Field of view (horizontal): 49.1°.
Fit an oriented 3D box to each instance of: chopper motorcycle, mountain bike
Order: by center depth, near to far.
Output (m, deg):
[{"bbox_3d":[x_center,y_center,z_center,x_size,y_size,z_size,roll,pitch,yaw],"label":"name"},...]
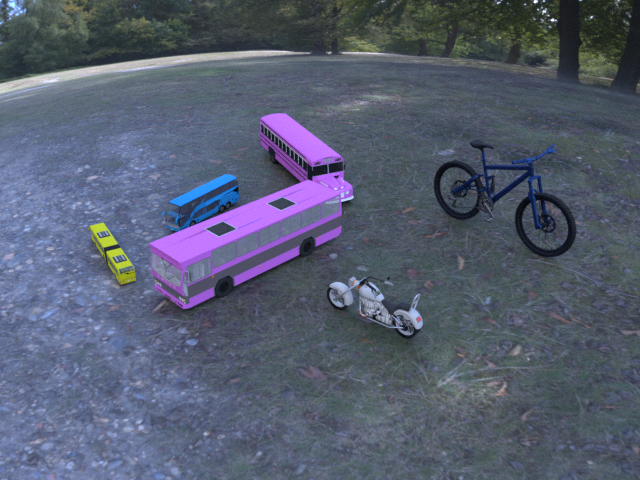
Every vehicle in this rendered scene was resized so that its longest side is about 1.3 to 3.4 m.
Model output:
[{"bbox_3d":[0.743,0.832,9.741,1.563,0.761,0.466,21,36,33],"label":"chopper motorcycle"},{"bbox_3d":[3.050,-0.825,11.770,1.114,1.688,2.857,-23,36,-35],"label":"mountain bike"}]

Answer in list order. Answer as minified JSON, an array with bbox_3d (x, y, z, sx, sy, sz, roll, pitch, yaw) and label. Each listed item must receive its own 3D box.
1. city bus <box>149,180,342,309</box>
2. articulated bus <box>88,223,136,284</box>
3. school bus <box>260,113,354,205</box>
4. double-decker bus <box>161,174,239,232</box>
[{"bbox_3d":[-1.061,0.019,11.067,3.255,0.894,0.926,-26,38,-38],"label":"city bus"},{"bbox_3d":[-3.382,0.195,11.373,0.311,0.289,1.749,-16,33,-26],"label":"articulated bus"},{"bbox_3d":[-0.320,-1.666,14.154,0.709,0.844,3.322,-13,32,-22],"label":"school bus"},{"bbox_3d":[-2.128,-0.665,12.663,0.389,0.541,1.672,19,34,31],"label":"double-decker bus"}]
